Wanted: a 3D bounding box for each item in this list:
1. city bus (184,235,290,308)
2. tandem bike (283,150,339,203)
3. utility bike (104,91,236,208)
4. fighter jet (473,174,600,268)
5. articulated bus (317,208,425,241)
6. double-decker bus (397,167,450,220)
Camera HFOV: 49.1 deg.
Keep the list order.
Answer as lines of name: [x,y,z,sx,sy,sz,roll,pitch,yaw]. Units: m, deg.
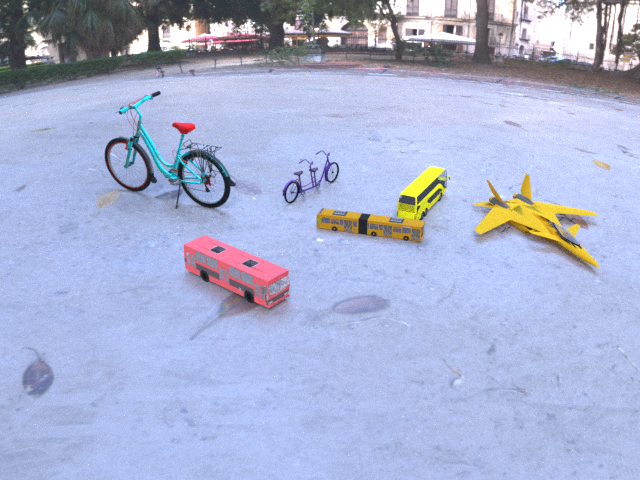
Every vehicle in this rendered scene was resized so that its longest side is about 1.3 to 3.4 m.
city bus: [-1.170,0.432,9.656,1.674,0.460,0.476,20,33,35]
tandem bike: [-0.144,-1.171,12.631,0.283,0.682,1.642,19,32,33]
utility bike: [-2.708,-1.483,11.959,2.791,1.839,1.039,12,29,23]
fighter jet: [3.584,-0.314,11.046,2.229,0.557,2.640,-8,28,-16]
articulated bus: [0.811,-0.246,11.212,1.749,0.289,0.311,8,28,15]
double-decker bus: [1.791,-0.806,12.055,0.389,0.541,1.672,13,29,25]
